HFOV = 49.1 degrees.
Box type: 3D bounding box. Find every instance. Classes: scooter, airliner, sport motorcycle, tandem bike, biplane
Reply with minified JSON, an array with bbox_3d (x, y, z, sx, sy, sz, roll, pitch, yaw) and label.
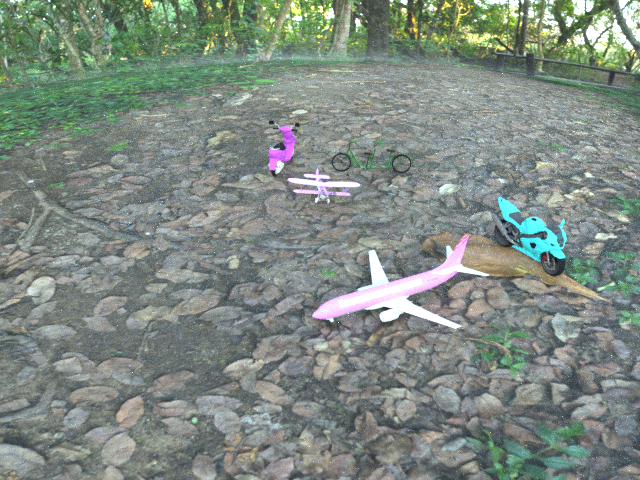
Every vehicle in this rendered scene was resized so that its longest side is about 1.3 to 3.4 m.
[{"bbox_3d":[-0.761,-1.905,14.196,0.662,0.919,1.399,7,29,13],"label":"scooter"},{"bbox_3d":[1.038,0.546,9.749,2.541,0.835,2.257,-13,31,-23],"label":"airliner"},{"bbox_3d":[3.260,-0.063,10.890,0.506,0.821,1.520,-14,32,-25],"label":"sport motorcycle"},{"bbox_3d":[1.052,-1.667,14.005,1.642,0.682,0.283,2,28,3],"label":"tandem bike"},{"bbox_3d":[0.047,-0.998,12.954,1.336,0.504,1.090,-5,29,-10],"label":"biplane"}]
